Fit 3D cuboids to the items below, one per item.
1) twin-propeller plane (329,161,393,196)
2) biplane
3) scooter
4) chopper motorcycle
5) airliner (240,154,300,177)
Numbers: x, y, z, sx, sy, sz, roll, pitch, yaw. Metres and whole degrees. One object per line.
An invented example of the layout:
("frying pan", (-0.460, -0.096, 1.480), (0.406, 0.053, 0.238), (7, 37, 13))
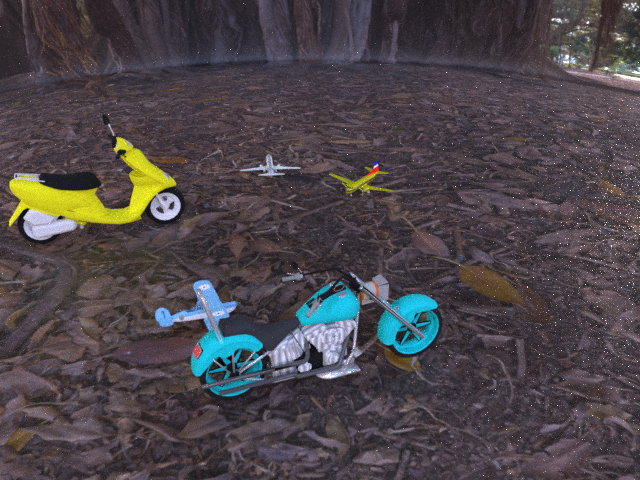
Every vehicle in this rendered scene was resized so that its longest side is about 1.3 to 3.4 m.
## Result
("twin-propeller plane", (0.794, -1.126, 12.898), (1.370, 0.407, 1.095), (18, 33, 31))
("biplane", (-1.551, 0.913, 8.953), (1.090, 0.504, 1.336), (-10, 29, -18))
("scooter", (-3.522, -0.901, 11.004), (2.721, 1.786, 1.288), (-10, 30, -19))
("chopper motorcycle", (0.041, 0.928, 7.883), (3.040, 1.480, 0.906), (-11, 30, -20))
("airliner", (-0.975, -1.520, 13.619), (1.161, 0.429, 1.307), (-3, 28, -5))
